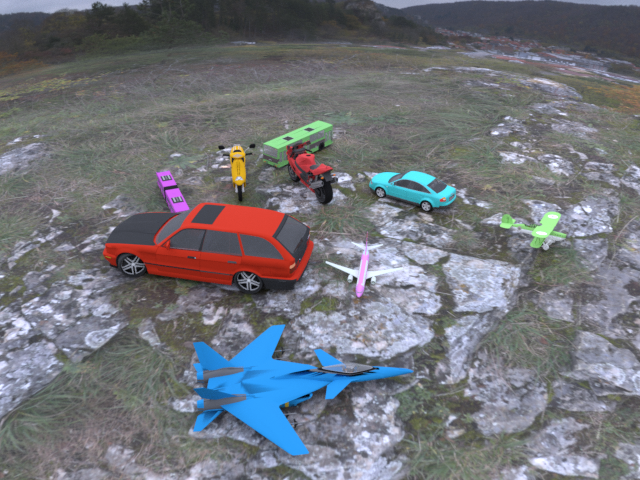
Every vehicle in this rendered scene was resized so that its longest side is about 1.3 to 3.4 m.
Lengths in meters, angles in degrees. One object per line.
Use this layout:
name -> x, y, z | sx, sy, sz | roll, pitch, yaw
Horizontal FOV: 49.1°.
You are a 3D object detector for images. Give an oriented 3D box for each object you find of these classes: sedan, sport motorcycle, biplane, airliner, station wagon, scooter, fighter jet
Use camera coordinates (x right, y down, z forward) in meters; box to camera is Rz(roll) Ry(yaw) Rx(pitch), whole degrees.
sedan -> 1.637, -0.956, 12.503 | 1.613, 0.483, 0.635 | 19, 36, 29
sport motorcycle -> -0.192, -1.236, 12.643 | 0.506, 0.821, 1.520 | -17, 35, -26
biplane -> 3.426, -0.164, 11.145 | 1.090, 0.504, 1.336 | 15, 34, 24
airliner -> 0.638, 0.369, 10.321 | 1.161, 0.429, 1.307 | 4, 31, 7
station wagon -> -1.694, -0.004, 10.468 | 3.105, 0.920, 1.327 | 7, 31, 11
scooter -> -1.496, -1.377, 12.785 | 0.662, 0.919, 1.399 | -4, 31, -6
fighter jet -> -0.173, 1.545, 8.211 | 2.640, 0.557, 2.229 | -5, 31, -8

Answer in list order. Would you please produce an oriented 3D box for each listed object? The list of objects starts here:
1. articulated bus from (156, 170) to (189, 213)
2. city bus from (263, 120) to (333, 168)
articulated bus -> -2.600, -0.769, 12.378 | 0.311, 0.289, 1.749 | -12, 33, -19
city bus -> -0.421, -1.933, 14.173 | 0.476, 0.460, 1.674 | 24, 38, 34
